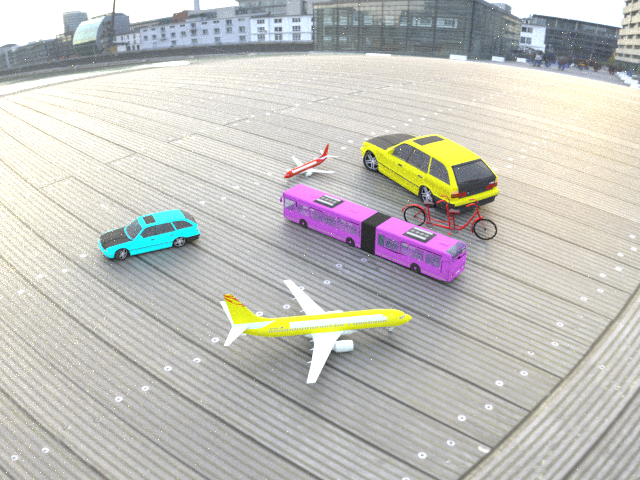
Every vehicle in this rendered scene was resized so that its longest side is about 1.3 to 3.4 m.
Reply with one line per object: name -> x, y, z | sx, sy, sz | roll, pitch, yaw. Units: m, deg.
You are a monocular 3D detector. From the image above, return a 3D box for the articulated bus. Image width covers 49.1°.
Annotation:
articulated bus -> 0.770, -0.175, 11.437 | 3.401, 0.561, 0.605 | 22, 36, 34

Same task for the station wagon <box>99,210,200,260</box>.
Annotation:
station wagon -> -2.799, -0.124, 11.437 | 1.597, 0.473, 0.682 | -14, 32, -22

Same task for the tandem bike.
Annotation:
tandem bike -> 2.163, -0.416, 11.740 | 1.642, 0.682, 0.283 | 12, 32, 20

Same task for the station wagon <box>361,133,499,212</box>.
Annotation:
station wagon -> 2.009, -1.516, 13.432 | 1.327, 0.920, 3.105 | -16, 33, -26

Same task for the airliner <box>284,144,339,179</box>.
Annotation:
airliner -> -0.250, -1.559, 14.004 | 1.161, 0.429, 1.307 | 25, 38, 37

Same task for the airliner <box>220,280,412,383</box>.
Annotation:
airliner -> -0.010, 0.952, 9.180 | 2.541, 0.835, 2.257 | -5, 30, -8
